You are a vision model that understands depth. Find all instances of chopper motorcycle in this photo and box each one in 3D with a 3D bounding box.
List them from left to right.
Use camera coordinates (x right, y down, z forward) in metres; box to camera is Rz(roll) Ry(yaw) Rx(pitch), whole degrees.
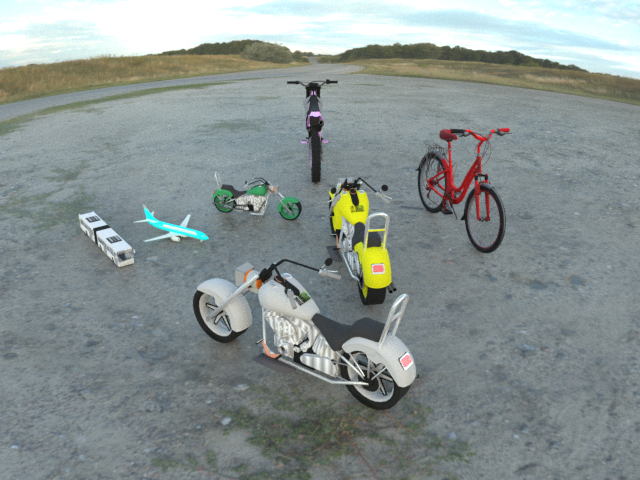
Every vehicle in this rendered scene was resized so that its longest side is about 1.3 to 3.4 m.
[{"bbox_3d":[-1.085,-0.753,11.933,1.563,0.761,0.466,5,26,11],"label":"chopper motorcycle"},{"bbox_3d":[-0.290,0.844,7.814,3.040,1.480,0.906,18,31,33],"label":"chopper motorcycle"},{"bbox_3d":[0.508,-0.255,10.082,0.906,1.480,3.040,-4,26,-8],"label":"chopper motorcycle"}]

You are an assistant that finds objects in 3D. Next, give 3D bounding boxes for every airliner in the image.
[{"bbox_3d":[-2.344,-0.261,11.299,1.307,0.429,1.161,13,29,24],"label":"airliner"}]

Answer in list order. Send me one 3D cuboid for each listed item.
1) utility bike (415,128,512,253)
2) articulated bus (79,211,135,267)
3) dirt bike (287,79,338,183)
[{"bbox_3d":[2.318,-1.042,11.295,1.039,1.839,2.791,-9,27,-18],"label":"utility bike"},{"bbox_3d":[-3.373,-0.036,10.995,0.311,0.289,1.749,-17,31,-32],"label":"articulated bus"},{"bbox_3d":[-0.137,-2.328,14.146,1.024,1.666,2.903,-1,26,-2],"label":"dirt bike"}]
